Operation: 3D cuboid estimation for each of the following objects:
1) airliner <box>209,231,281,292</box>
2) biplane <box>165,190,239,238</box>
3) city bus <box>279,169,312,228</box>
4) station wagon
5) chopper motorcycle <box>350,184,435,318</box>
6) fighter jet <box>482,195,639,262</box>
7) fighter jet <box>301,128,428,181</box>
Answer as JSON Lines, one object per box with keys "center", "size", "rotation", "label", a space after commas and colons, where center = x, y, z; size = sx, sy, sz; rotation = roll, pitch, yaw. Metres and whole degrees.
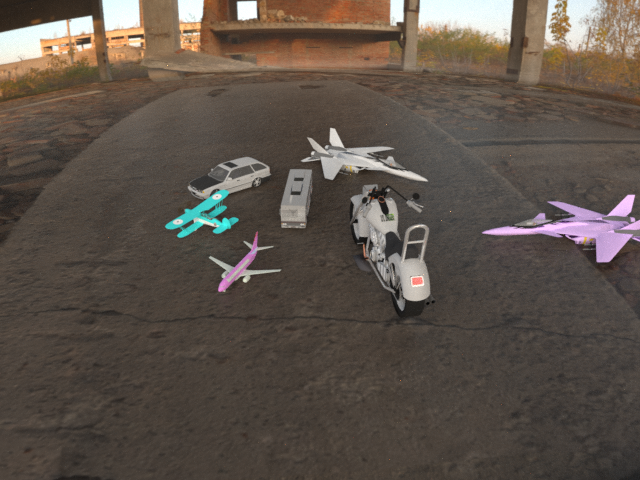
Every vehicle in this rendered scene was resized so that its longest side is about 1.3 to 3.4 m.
{"center": [-1.164, 0.323, 10.159], "size": [1.161, 0.429, 1.307], "rotation": [10, 28, 18], "label": "airliner"}
{"center": [-1.856, -0.334, 11.381], "size": [1.090, 0.504, 1.336], "rotation": [19, 32, 33], "label": "biplane"}
{"center": [-0.393, -0.724, 12.205], "size": [0.476, 0.460, 1.674], "rotation": [1, 27, 3], "label": "city bus"}
{"center": [-1.695, -1.181, 13.097], "size": [1.597, 0.473, 0.682], "rotation": [-22, 34, -36], "label": "station wagon"}
{"center": [0.908, -0.125, 9.882], "size": [0.906, 1.480, 3.040], "rotation": [-5, 27, -10], "label": "chopper motorcycle"}
{"center": [3.924, -0.293, 11.242], "size": [2.640, 0.557, 2.229], "rotation": [-1, 27, -2], "label": "fighter jet"}
{"center": [0.997, -1.625, 13.886], "size": [2.640, 0.557, 2.229], "rotation": [19, 32, 33], "label": "fighter jet"}
